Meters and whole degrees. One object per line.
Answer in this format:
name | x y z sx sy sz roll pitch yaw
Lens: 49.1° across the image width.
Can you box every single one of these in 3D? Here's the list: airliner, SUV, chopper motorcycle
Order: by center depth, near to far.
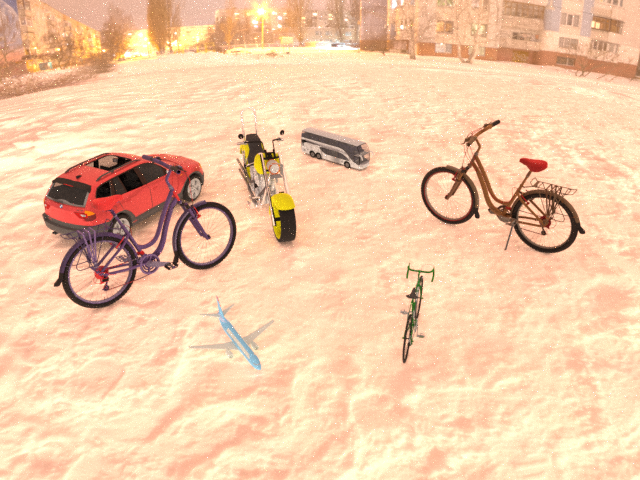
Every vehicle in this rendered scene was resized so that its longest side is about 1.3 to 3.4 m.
airliner | -1.028 1.154 8.673 1.161 0.429 1.307 -15 31 -26
SUV | -3.259 -0.937 11.921 1.276 1.128 3.058 14 31 25
chopper motorcycle | -0.930 -1.176 12.000 0.906 1.480 3.040 -8 29 -15

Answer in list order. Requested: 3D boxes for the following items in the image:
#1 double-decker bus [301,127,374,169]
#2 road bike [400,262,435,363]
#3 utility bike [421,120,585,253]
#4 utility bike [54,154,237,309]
double-decker bus | 0.321 -1.875 14.352 1.672 0.541 0.389 22 35 35
road bike | 1.180 0.862 8.776 0.358 0.852 1.545 7 28 14
utility bike | 2.761 -0.795 10.882 2.791 1.839 1.039 19 33 33
utility bike | -2.424 -0.189 9.723 2.791 1.839 1.039 -21 34 -34
